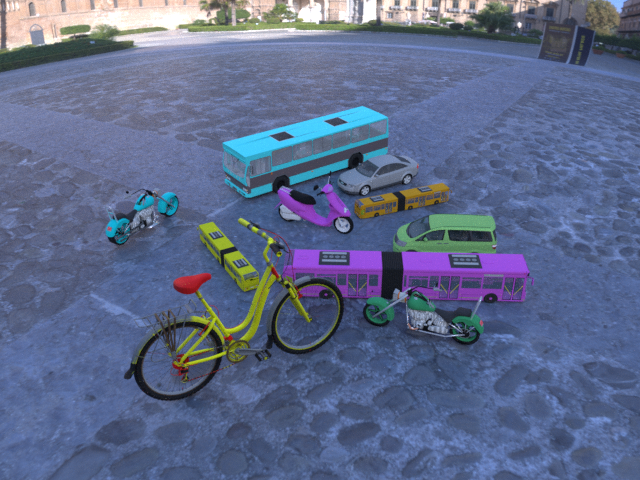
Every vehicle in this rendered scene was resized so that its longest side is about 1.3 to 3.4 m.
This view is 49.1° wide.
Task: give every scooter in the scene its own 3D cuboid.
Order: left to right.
[{"bbox_3d":[-0.101,-0.612,11.328,1.399,0.919,0.662,13,33,20],"label":"scooter"}]

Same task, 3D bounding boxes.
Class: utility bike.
[{"bbox_3d":[-0.969,0.771,8.090,2.791,1.839,1.039,-16,34,-25],"label":"utility bike"}]

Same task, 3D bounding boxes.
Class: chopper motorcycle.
[{"bbox_3d":[-2.851,-0.494,11.284,0.466,0.761,1.563,17,34,26],"label":"chopper motorcycle"},{"bbox_3d":[1.314,0.895,8.938,1.563,0.761,0.466,11,32,18],"label":"chopper motorcycle"}]

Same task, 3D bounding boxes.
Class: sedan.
[{"bbox_3d":[1.067,-1.245,12.824,1.613,0.483,0.635,-17,34,-26],"label":"sedan"}]

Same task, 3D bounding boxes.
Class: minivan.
[{"bbox_3d":[1.896,-0.045,10.667,1.548,0.616,0.681,2,31,4],"label":"minivan"}]

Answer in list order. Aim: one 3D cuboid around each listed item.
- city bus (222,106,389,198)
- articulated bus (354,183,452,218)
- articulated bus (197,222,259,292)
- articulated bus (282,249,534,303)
[{"bbox_3d":[-0.205,-1.661,13.123,3.255,0.894,0.926,-20,36,-31],"label":"city bus"},{"bbox_3d":[1.433,-0.680,12.060,1.749,0.289,0.311,-12,33,-20],"label":"articulated bus"},{"bbox_3d":[-1.393,0.223,10.536,0.311,0.289,1.749,-16,34,-25],"label":"articulated bus"},{"bbox_3d":[1.191,0.497,9.806,3.401,0.561,0.605,1,31,2],"label":"articulated bus"}]
